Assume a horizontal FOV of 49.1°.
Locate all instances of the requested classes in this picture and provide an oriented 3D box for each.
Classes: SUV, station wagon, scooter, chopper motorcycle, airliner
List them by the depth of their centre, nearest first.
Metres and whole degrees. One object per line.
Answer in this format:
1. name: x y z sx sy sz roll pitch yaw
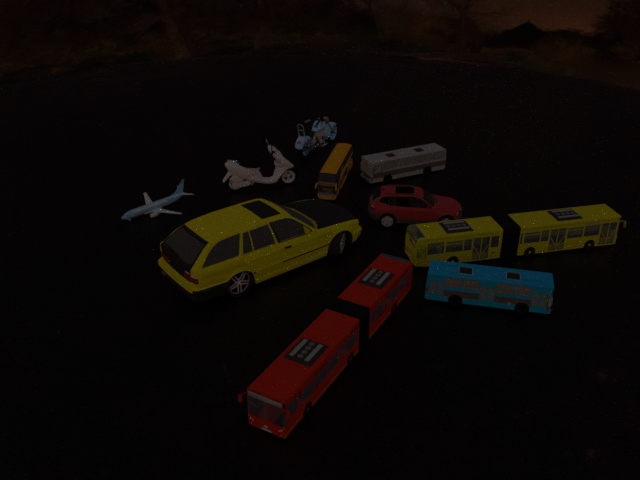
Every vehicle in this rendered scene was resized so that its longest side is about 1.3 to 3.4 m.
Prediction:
1. station wagon: -0.808 -0.075 10.427 3.105 0.920 1.327 -20 35 -33
2. SUV: 1.589 -0.581 11.710 1.572 0.580 0.656 2 29 4
3. airliner: -2.849 -0.681 12.050 1.307 0.429 1.161 -24 37 -37
4. scooter: -1.100 -1.374 12.811 1.399 0.919 0.662 -8 30 -15
5. chopper motorcycle: -0.053 -2.254 14.589 0.466 0.761 1.563 15 32 25

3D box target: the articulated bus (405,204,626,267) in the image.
1. articulated bus: 3.008 -0.077 10.806 3.401 0.561 0.605 -6 29 -11

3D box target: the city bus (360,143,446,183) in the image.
1. city bus: 1.607 -1.465 13.456 1.674 0.460 0.476 -13 31 -22

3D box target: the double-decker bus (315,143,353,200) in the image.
1. double-decker bus: 0.292 -1.269 13.013 0.389 0.541 1.672 7 29 12

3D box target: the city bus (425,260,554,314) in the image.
1. city bus: 2.299 0.653 9.572 1.674 0.460 0.476 6 29 11

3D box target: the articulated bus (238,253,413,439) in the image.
1. articulated bus: 0.243 1.138 8.576 0.605 0.561 3.401 15 32 26
